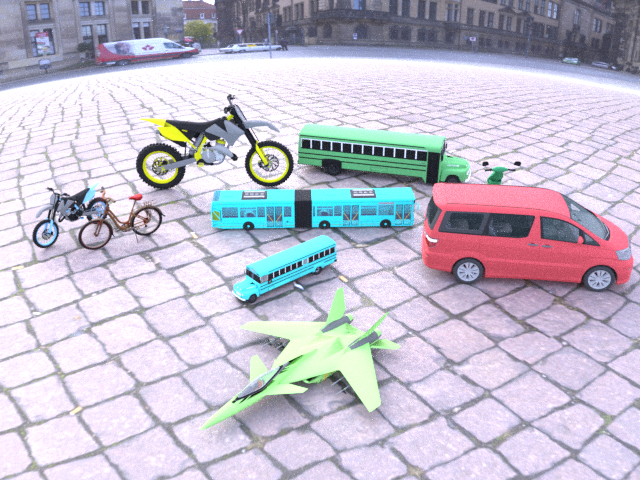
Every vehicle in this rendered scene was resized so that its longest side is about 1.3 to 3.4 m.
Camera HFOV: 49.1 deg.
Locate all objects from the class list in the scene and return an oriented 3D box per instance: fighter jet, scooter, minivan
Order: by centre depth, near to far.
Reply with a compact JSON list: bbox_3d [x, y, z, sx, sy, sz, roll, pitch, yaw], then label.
[{"bbox_3d":[-0.325,1.408,8.127,2.229,0.557,2.640,25,37,38],"label":"fighter jet"},{"bbox_3d":[3.029,-0.099,10.252,3.011,1.197,1.324,3,28,6],"label":"minivan"},{"bbox_3d":[3.084,-0.849,11.940,0.662,0.919,1.399,0,28,-1],"label":"scooter"}]

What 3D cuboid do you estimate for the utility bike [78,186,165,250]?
[{"bbox_3d":[-3.100,-0.360,11.004,1.435,0.946,0.535,-18,33,-30],"label":"utility bike"}]

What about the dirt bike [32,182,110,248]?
[{"bbox_3d":[-4.015,-0.461,11.284,0.527,0.857,1.493,18,33,29],"label":"dirt bike"}]

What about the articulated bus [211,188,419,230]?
[{"bbox_3d":[-0.092,-0.528,11.722,3.401,0.561,0.605,-1,28,-2],"label":"articulated bus"}]

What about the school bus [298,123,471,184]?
[{"bbox_3d":[1.241,-1.649,13.508,3.322,0.844,0.709,8,29,14],"label":"school bus"}]

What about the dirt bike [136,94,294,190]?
[{"bbox_3d":[-1.934,-1.716,12.764,2.903,1.666,1.024,-1,28,-2],"label":"dirt bike"}]

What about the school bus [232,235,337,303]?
[{"bbox_3d":[-0.500,0.408,10.116,1.708,0.434,0.365,-22,35,-35],"label":"school bus"}]
